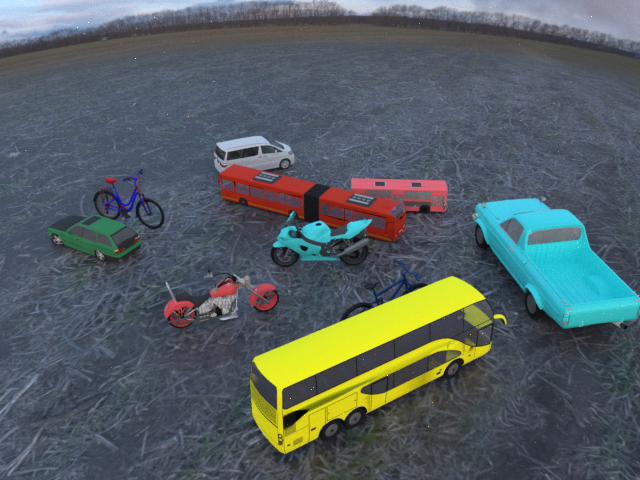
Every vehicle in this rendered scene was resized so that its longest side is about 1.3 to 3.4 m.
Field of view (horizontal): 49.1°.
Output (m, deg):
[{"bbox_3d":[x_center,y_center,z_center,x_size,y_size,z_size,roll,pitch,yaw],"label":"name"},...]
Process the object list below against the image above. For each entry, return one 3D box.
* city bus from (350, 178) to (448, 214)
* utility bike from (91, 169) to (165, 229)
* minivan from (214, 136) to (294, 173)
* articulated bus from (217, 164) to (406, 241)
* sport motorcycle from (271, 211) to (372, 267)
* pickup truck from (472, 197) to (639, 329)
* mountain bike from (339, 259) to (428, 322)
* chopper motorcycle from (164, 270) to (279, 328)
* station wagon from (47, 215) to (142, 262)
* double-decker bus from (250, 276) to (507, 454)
[{"bbox_3d":[1.359,-0.765,12.211,1.674,0.460,0.476,2,31,3],"label":"city bus"},{"bbox_3d":[-3.203,-0.713,11.651,1.435,0.946,0.535,11,33,18],"label":"utility bike"},{"bbox_3d":[-1.256,-1.662,13.562,1.548,0.616,0.681,-14,34,-23],"label":"minivan"},{"bbox_3d":[-0.202,-0.667,11.948,3.401,0.561,0.605,15,34,24],"label":"articulated bus"},{"bbox_3d":[0.011,0.029,10.529,1.520,0.821,0.506,-2,31,-3],"label":"sport motorcycle"},{"bbox_3d":[3.299,0.173,10.121,1.244,0.993,3.117,-6,31,-9],"label":"pickup truck"},{"bbox_3d":[0.891,0.811,9.174,1.469,0.868,0.573,-16,34,-25],"label":"mountain bike"},{"bbox_3d":[-1.314,0.749,9.382,1.563,0.761,0.466,-11,33,-18],"label":"chopper motorcycle"},{"bbox_3d":[-3.612,-0.116,11.111,1.597,0.473,0.682,16,34,25],"label":"station wagon"},{"bbox_3d":[0.737,1.337,8.113,3.251,1.052,0.756,-19,36,-28],"label":"double-decker bus"}]
